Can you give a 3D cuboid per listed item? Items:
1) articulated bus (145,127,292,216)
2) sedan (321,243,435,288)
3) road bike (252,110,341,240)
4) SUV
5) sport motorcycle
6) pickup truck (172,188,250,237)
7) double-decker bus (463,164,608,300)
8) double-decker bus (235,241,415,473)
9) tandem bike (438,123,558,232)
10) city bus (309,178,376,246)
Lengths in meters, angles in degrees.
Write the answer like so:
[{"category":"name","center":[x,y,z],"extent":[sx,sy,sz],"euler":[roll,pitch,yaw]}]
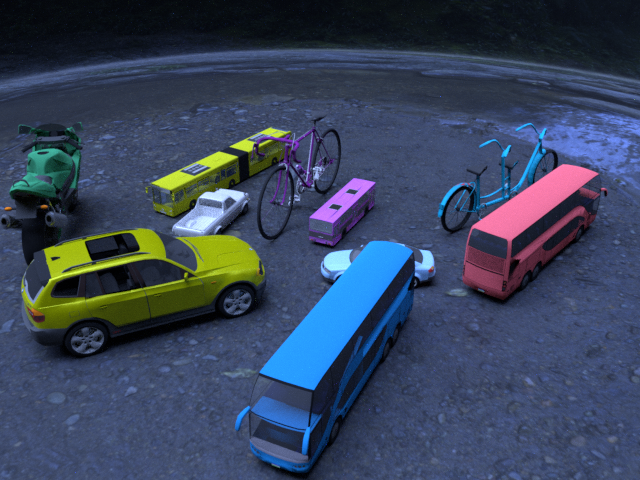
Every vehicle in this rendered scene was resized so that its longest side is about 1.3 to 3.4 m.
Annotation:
[{"category":"articulated bus","center":[-1.690,-1.314,12.747],"extent":[0.605,0.561,3.401],"euler":[18,34,29]},{"category":"sedan","center":[0.819,0.319,9.880],"extent":[1.613,0.483,0.635],"euler":[1,29,2]},{"category":"road bike","center":[-0.276,-1.187,11.387],"extent":[0.697,1.656,3.004],"euler":[13,32,22]},{"category":"SUV","center":[-2.213,0.465,8.951],"extent":[3.058,1.128,1.276],"euler":[-13,32,-22]},{"category":"sport motorcycle","center":[-4.119,-0.756,10.671],"extent":[0.983,1.596,2.955],"euler":[-4,29,-7]},{"category":"pickup truck","center":[-1.720,-0.452,11.243],"extent":[0.640,0.511,1.603],"euler":[11,31,18]},{"category":"double-decker bus","center":[3.218,-0.226,10.277],"extent":[0.756,1.052,3.251],"euler":[23,36,35]},{"category":"double-decker bus","center":[0.234,1.170,7.758],"extent":[0.756,1.052,3.251],"euler":[13,32,22]},{"category":"tandem bike","center":[3.037,-1.085,11.544],"extent":[3.192,1.326,0.550],"euler":[-22,36,-35]},{"category":"city bus","center":[0.386,-0.455,11.301],"extent":[0.476,0.460,1.674],"euler":[14,32,23]}]
